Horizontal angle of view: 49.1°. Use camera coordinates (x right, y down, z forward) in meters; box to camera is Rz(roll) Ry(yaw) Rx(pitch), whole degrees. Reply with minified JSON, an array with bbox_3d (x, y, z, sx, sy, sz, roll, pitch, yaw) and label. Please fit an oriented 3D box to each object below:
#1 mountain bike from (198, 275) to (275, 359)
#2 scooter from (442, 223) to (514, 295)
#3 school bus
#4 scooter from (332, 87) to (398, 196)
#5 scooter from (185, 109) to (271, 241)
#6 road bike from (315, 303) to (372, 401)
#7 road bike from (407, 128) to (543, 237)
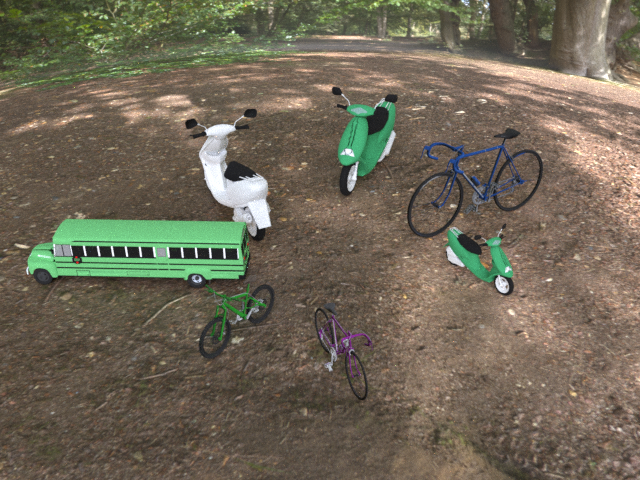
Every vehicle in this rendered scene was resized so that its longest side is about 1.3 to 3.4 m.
[{"bbox_3d":[-1.076,0.925,9.172,0.573,0.868,1.469,19,35,30],"label":"mountain bike"},{"bbox_3d":[2.370,0.180,10.418,0.662,0.919,1.399,-20,35,-30],"label":"scooter"},{"bbox_3d":[-2.744,0.169,10.511,3.322,0.844,0.709,1,30,2],"label":"school bus"},{"bbox_3d":[0.932,-2.109,13.528,1.288,1.786,2.721,12,32,20],"label":"scooter"},{"bbox_3d":[-1.510,-1.203,11.952,1.288,1.786,2.721,-15,33,-24],"label":"scooter"},{"bbox_3d":[0.241,1.274,8.583,0.358,0.852,1.545,-12,32,-20],"label":"road bike"},{"bbox_3d":[2.692,-1.020,11.765,3.004,1.656,0.696,-17,34,-26],"label":"road bike"}]
